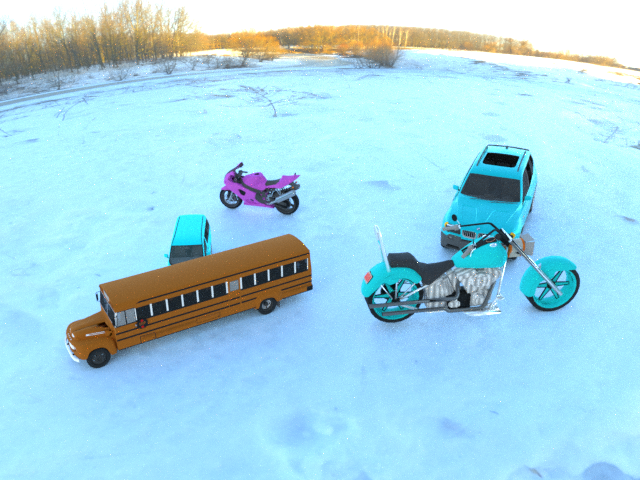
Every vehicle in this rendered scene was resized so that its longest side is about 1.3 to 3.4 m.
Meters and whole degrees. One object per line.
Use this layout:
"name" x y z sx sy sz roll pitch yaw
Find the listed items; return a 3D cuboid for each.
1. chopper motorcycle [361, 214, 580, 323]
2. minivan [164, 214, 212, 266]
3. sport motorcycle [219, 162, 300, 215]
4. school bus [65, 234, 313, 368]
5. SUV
"chopper motorcycle" 2.047 0.377 9.288 3.040 1.480 0.906 -5 28 -9
"minivan" -1.973 0.184 10.596 0.681 0.616 1.548 -2 28 -4
"sport motorcycle" -1.076 -0.885 12.432 1.520 0.821 0.506 6 28 12
"school bus" -1.686 0.742 9.274 3.322 0.844 0.709 -16 31 -27
"SUV" 2.927 -0.733 11.804 1.276 1.128 3.058 11 29 19
